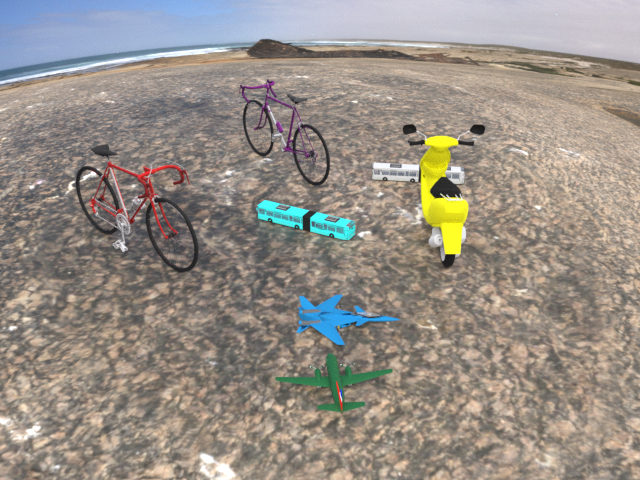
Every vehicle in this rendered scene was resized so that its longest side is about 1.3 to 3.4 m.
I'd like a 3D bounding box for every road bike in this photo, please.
[{"bbox_3d":[-2.875,-0.570,10.631,3.004,1.656,0.697,22,35,35],"label":"road bike"},{"bbox_3d":[-0.718,-2.149,13.541,0.697,1.656,3.004,-19,34,-31],"label":"road bike"}]

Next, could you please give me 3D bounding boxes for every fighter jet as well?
[{"bbox_3d":[0.375,0.974,9.220,1.358,0.286,1.147,0,28,0],"label":"fighter jet"}]

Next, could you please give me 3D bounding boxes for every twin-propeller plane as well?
[{"bbox_3d":[0.178,1.574,7.988,1.370,0.407,1.095,-3,29,-6],"label":"twin-propeller plane"}]

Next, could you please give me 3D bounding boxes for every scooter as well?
[{"bbox_3d":[1.924,-0.859,11.026,1.288,1.786,2.721,0,28,0],"label":"scooter"}]

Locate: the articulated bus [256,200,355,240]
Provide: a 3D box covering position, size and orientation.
[{"bbox_3d":[-0.253,-0.336,11.632,1.749,0.289,0.311,14,32,24],"label":"articulated bus"}]

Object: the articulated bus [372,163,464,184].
[{"bbox_3d":[1.858,-1.271,13.357,1.749,0.289,0.311,4,29,7],"label":"articulated bus"}]
